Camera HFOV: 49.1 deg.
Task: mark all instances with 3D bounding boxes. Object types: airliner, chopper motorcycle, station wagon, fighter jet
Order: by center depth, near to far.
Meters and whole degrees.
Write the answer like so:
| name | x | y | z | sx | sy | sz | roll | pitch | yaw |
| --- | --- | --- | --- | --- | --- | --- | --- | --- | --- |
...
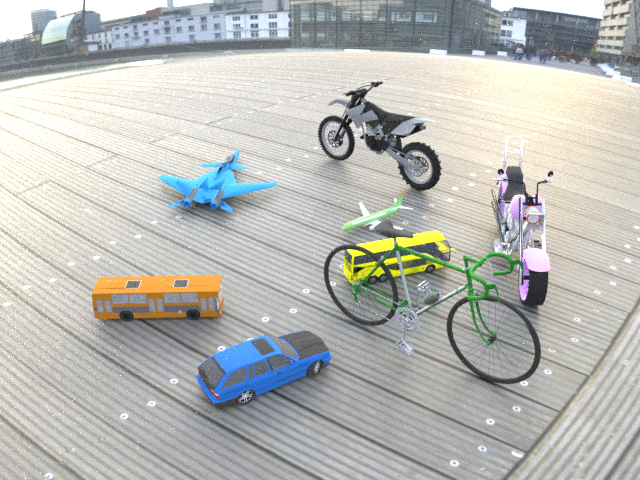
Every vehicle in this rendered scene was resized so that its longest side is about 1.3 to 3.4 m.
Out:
| name | x | y | z | sx | sy | sz | roll | pitch | yaw |
| --- | --- | --- | --- | --- | --- | --- | --- | --- | --- |
| station wagon | -0.633 | 1.424 | 8.246 | 1.597 | 0.473 | 0.682 | -17 | 34 | -27 |
| chopper motorcycle | 3.000 | -0.365 | 10.381 | 0.906 | 1.480 | 3.040 | 2 | 30 | 4 |
| airliner | 0.891 | -0.454 | 11.604 | 1.307 | 0.429 | 1.161 | -18 | 34 | -29 |
| fighter jet | -1.853 | -1.318 | 12.997 | 2.229 | 0.557 | 2.640 | 5 | 30 | 8 |

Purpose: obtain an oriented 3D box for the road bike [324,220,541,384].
| name | x | y | z | sx | sy | sz | roll | pitch | yaw |
| --- | --- | --- | --- | --- | --- | --- | --- | --- | --- |
| road bike | 1.243 | 0.652 | 8.408 | 3.004 | 1.656 | 0.696 | 21 | 36 | 32 |

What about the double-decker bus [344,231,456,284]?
| name | x | y | z | sx | sy | sz | roll | pitch | yaw |
| --- | --- | --- | --- | --- | --- | --- | --- | --- | --- |
| double-decker bus | 1.166 | 0.250 | 10.249 | 1.672 | 0.541 | 0.389 | -10 | 31 | -17 |

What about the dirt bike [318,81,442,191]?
| name | x | y | z | sx | sy | sz | roll | pitch | yaw |
| --- | --- | --- | --- | --- | --- | --- | --- | --- | --- |
| dirt bike | 1.047 | -1.990 | 13.058 | 2.903 | 1.666 | 1.024 | 24 | 37 | 36 |

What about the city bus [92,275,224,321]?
| name | x | y | z | sx | sy | sz | roll | pitch | yaw |
| --- | --- | --- | --- | --- | --- | --- | --- | --- | --- |
| city bus | -2.152 | 0.782 | 9.392 | 1.674 | 0.460 | 0.476 | -1 | 30 | -2 |
